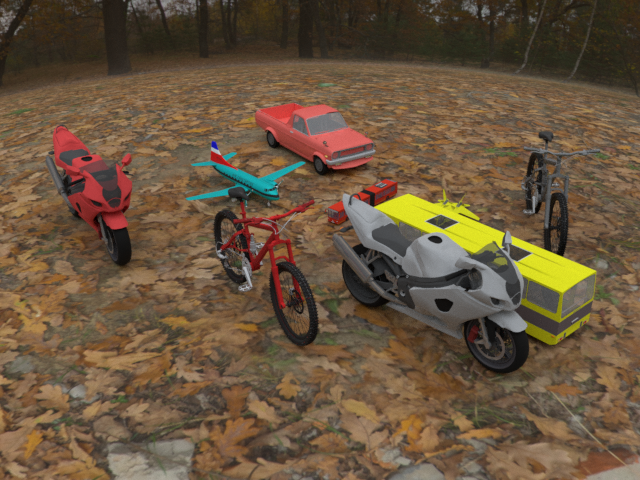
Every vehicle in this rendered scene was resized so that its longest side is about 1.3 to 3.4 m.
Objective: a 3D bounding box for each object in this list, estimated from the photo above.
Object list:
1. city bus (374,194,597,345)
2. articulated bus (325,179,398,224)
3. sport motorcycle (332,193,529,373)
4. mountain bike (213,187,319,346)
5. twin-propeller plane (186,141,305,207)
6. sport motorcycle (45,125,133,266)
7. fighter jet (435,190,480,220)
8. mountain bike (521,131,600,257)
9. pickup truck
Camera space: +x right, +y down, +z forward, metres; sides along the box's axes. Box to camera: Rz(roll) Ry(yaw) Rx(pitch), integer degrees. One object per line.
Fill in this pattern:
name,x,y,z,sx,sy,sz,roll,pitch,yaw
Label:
city bus,2.142,0.342,9.838,0.926,0.894,3.255,-22,35,-36
articulated bus,0.776,-0.701,12.485,0.311,0.289,1.749,22,35,36
sport motorcycle,1.350,0.494,8.790,0.983,1.596,2.955,-24,36,-38
mountain bike,-0.808,0.183,9.286,1.114,1.688,2.857,-16,32,-28
twin-propeller plane,-1.429,-1.223,12.939,2.663,0.792,2.129,-22,35,-36
sport motorcycle,-3.660,-0.767,11.199,0.983,1.596,2.955,-17,32,-29
fighter jet,2.156,-0.476,12.057,1.147,0.286,1.358,11,30,21
mountain bike,3.652,-0.855,11.269,1.114,1.688,2.857,3,28,5
pickup truck,-0.171,-2.325,14.830,1.244,0.993,3.117,-17,32,-30
